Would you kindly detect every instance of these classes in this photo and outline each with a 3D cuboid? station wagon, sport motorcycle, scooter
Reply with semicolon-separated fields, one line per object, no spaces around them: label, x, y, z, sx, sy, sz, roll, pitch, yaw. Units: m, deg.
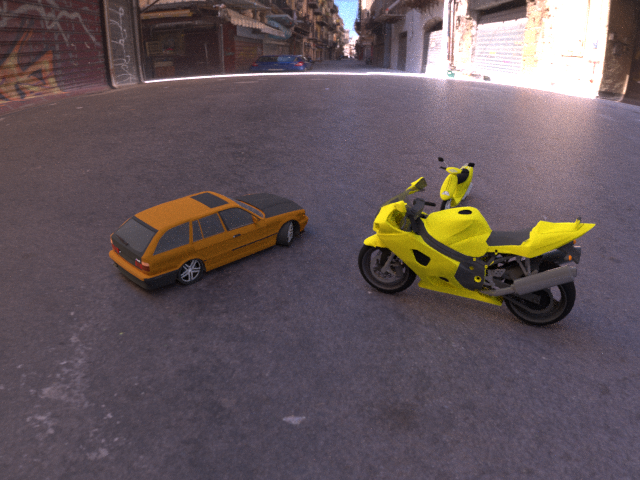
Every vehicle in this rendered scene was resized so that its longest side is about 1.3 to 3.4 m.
station wagon;-1.603;-0.218;10.696;3.105;0.920;1.327;-22;34;-37
sport motorcycle;1.898;0.188;9.110;2.955;1.596;0.983;11;28;21
scooter;2.415;-1.024;12.331;0.662;0.919;1.399;14;30;26
